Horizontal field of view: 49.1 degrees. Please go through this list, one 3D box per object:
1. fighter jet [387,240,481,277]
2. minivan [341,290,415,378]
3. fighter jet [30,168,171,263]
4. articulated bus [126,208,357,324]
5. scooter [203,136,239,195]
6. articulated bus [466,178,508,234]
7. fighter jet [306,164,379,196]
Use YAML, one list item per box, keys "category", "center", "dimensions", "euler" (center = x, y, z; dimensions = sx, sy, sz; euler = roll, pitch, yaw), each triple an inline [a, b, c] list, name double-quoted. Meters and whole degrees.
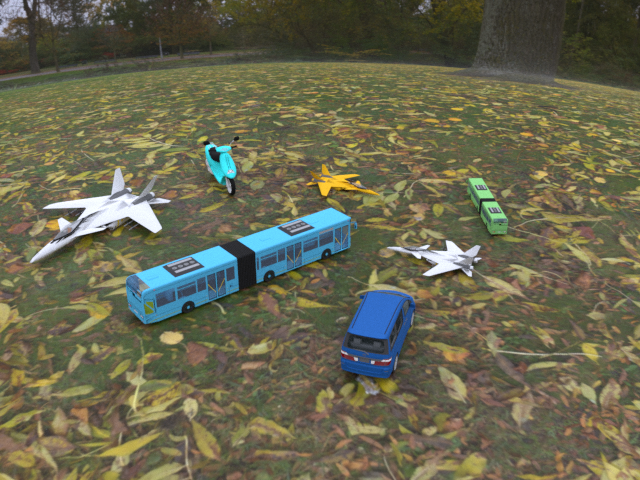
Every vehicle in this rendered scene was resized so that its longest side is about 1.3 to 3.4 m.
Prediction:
- category: "fighter jet"
  center: [1.611, 0.169, 10.137]
  dimensions: [1.358, 0.286, 1.147]
  euler: [12, 30, 22]
- category: "minivan"
  center: [0.715, 0.973, 8.213]
  dimensions: [0.681, 0.616, 1.548]
  euler: [8, 28, 16]
- category: "fighter jet"
  center: [-3.576, -0.385, 10.917]
  dimensions: [2.229, 0.557, 2.640]
  euler: [11, 29, 21]
- category: "articulated bus"
  center: [-0.967, 0.286, 9.608]
  dimensions: [3.401, 0.561, 0.605]
  euler: [-20, 33, -34]
- category: "scooter"
  center: [-1.788, -1.426, 12.545]
  dimensions: [0.662, 0.919, 1.399]
  euler: [-12, 30, -23]
- category: "articulated bus"
  center: [2.754, -0.584, 11.597]
  dimensions: [0.311, 0.289, 1.749]
  euler: [-1, 27, -2]
- category: "fighter jet"
  center: [0.474, -1.026, 12.457]
  dimensions: [1.358, 0.286, 1.147]
  euler: [17, 32, 29]
